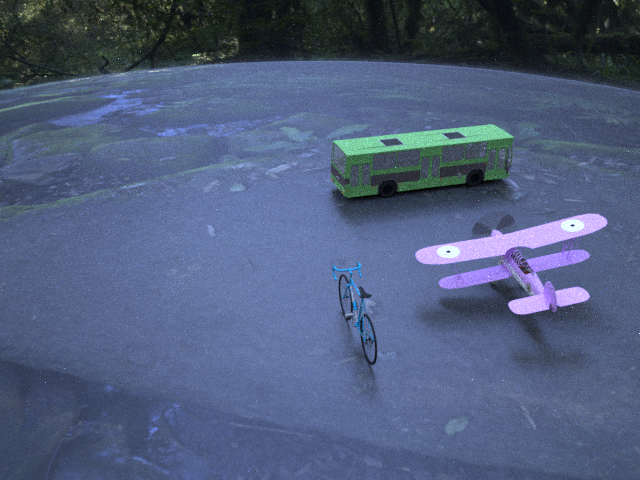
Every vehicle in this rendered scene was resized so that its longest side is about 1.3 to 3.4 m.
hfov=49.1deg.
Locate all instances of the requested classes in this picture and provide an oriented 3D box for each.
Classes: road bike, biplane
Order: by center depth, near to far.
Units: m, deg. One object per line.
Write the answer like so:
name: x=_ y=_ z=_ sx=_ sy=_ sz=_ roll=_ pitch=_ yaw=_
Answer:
road bike: x=0.445 y=0.831 z=8.487 sx=0.358 sy=0.852 sz=1.545 roll=-7 pitch=28 yaw=-13
biplane: x=2.607 y=0.371 z=9.227 sx=2.598 sy=0.981 sz=2.120 roll=-4 pitch=28 yaw=-8

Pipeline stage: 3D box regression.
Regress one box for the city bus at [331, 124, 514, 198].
city bus: x=1.862 y=-1.420 z=12.753 sx=3.255 sy=0.894 sz=0.926 roll=-8 pitch=29 yaw=-15
